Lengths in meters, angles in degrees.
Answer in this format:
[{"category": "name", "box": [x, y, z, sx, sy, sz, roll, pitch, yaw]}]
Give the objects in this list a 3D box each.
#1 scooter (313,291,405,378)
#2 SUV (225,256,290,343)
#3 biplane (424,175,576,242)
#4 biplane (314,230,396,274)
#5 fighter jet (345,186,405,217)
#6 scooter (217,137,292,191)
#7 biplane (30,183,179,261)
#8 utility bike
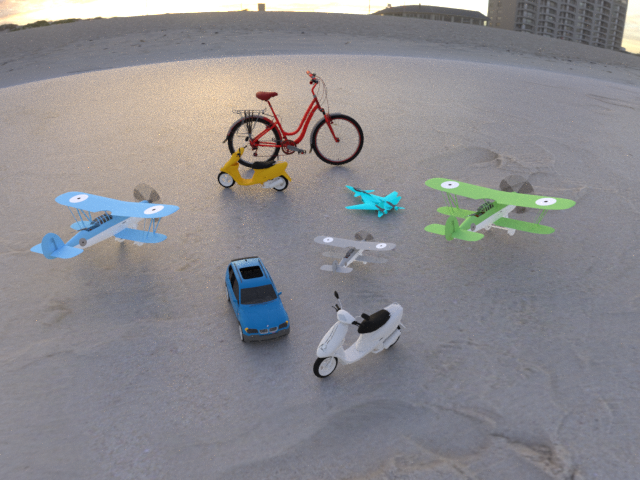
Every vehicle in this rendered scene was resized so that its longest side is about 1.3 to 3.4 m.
[{"category": "scooter", "box": [0.494, 1.086, 8.458, 1.399, 0.919, 0.662, -19, 34, -30]}, {"category": "SUV", "box": [-0.871, 0.761, 9.391, 0.656, 0.580, 1.572, -9, 30, -15]}, {"category": "biplane", "box": [2.562, -0.402, 11.073, 2.598, 0.981, 2.120, 25, 38, 37]}, {"category": "biplane", "box": [0.428, 0.235, 10.417, 1.336, 0.504, 1.090, 15, 32, 25]}, {"category": "fighter jet", "box": [0.867, -0.820, 12.541, 1.147, 0.286, 1.358, -19, 34, -30]}, {"category": "scooter", "box": [-1.220, -1.350, 12.845, 1.399, 0.919, 0.662, 4, 29, 7]}, {"category": "biplane", "box": [-3.350, -0.188, 10.688, 2.598, 0.981, 2.120, 18, 34, 29]}, {"category": "utility bike", "box": [-0.530, -2.340, 13.679, 2.791, 1.839, 1.039, -2, 29, -4]}]
